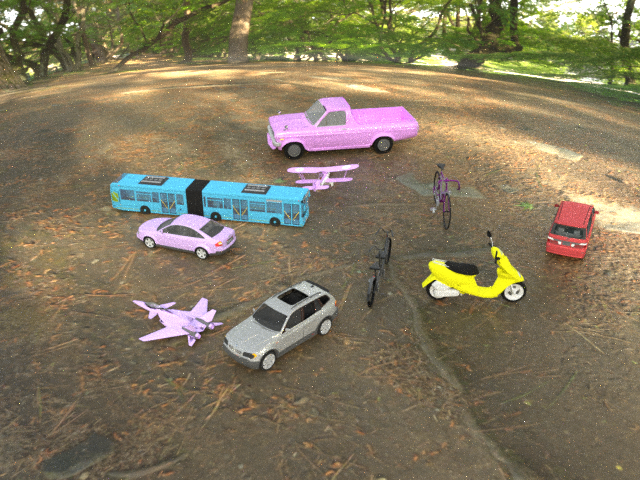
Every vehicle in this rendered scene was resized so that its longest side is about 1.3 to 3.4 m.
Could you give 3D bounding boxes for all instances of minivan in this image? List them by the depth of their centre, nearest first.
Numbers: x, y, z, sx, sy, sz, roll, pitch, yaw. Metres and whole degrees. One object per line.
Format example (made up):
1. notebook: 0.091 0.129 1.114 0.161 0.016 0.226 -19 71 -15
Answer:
1. minivan: 3.953 -0.262 10.941 0.681 0.616 1.548 12 30 22

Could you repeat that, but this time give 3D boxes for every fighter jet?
1. fighter jet: -1.961 0.921 9.048 1.358 0.286 1.147 18 33 30

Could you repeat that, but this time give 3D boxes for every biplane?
1. biplane: 0.006 -1.105 12.661 1.336 0.504 1.090 7 29 13

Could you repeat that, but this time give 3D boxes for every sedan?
1. sedan: -2.087 -0.124 10.821 1.613 0.483 0.635 10 30 19

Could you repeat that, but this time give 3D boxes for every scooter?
1. scooter: 2.083 0.417 9.327 1.399 0.919 0.662 1 28 3

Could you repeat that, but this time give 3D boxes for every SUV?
1. SUV: -0.464 0.998 8.586 0.656 0.580 1.572 24 36 38

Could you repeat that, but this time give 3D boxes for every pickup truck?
1. pickup truck: 0.451 -2.418 14.630 3.117 0.993 1.244 -5 28 -10

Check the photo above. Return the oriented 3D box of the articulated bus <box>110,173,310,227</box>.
1. articulated bus: -1.846 -0.683 11.798 3.401 0.561 0.605 5 28 10

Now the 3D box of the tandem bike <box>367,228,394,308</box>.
1. tandem bike: 0.841 0.315 9.775 0.283 0.682 1.642 7 29 14

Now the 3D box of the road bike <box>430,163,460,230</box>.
1. road bike: 2.047 -0.797 11.704 0.358 0.852 1.545 0 28 -1
